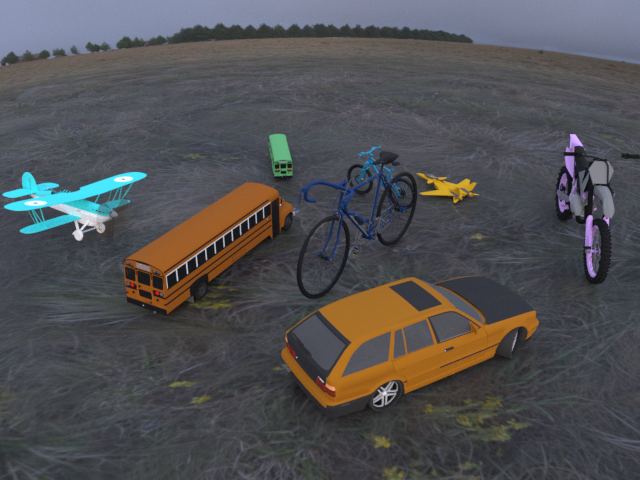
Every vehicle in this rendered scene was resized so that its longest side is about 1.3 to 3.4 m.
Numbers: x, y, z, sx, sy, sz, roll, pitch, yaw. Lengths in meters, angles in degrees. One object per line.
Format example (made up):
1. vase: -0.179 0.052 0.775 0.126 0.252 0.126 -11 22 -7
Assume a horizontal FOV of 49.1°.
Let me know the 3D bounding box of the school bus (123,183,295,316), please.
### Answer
1. school bus: -1.437 -0.035 10.137 0.709 0.844 3.322 14 31 25

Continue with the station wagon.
1. station wagon: 1.134 1.000 8.137 3.105 0.920 1.327 -15 32 -26

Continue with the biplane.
1. biplane: -3.942 -0.606 11.053 2.120 0.981 2.598 15 32 26

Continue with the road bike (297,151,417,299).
1. road bike: 0.613 -0.335 9.839 0.696 1.656 3.004 20 34 32

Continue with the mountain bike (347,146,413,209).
1. mountain bike: 1.047 -1.066 12.024 1.469 0.868 0.573 23 36 36

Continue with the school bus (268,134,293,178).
1. school bus: -0.779 -1.660 13.583 0.365 0.434 1.708 -4 29 -7

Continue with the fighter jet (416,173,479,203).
1. fighter jet: 2.193 -1.065 12.636 1.147 0.286 1.358 -18 33 -29

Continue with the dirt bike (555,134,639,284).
1. dirt bike: 3.943 -0.632 10.378 1.024 1.666 2.903 3 28 5
